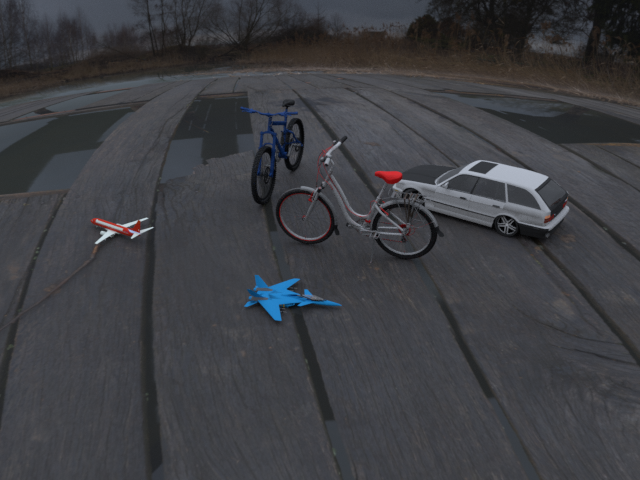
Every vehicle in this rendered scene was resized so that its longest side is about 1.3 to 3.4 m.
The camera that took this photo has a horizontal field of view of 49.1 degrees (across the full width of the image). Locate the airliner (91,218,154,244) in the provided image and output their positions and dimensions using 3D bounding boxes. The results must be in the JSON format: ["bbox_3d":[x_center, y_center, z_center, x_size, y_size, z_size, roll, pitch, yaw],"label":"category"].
[{"bbox_3d":[-3.486,-0.286,11.946,1.307,0.429,1.161,17,32,29],"label":"airliner"}]

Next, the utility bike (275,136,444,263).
[{"bbox_3d":[0.561,-0.561,10.945,2.791,1.839,1.039,8,29,16],"label":"utility bike"}]

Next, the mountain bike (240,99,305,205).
[{"bbox_3d":[-0.791,-1.859,13.614,1.114,1.688,2.857,8,28,15],"label":"mountain bike"}]

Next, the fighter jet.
[{"bbox_3d":[-0.356,0.790,10.026,1.358,0.286,1.147,5,28,10],"label":"fighter jet"}]

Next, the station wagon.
[{"bbox_3d":[2.834,-0.907,12.612,3.105,0.920,1.327,18,33,31],"label":"station wagon"}]
